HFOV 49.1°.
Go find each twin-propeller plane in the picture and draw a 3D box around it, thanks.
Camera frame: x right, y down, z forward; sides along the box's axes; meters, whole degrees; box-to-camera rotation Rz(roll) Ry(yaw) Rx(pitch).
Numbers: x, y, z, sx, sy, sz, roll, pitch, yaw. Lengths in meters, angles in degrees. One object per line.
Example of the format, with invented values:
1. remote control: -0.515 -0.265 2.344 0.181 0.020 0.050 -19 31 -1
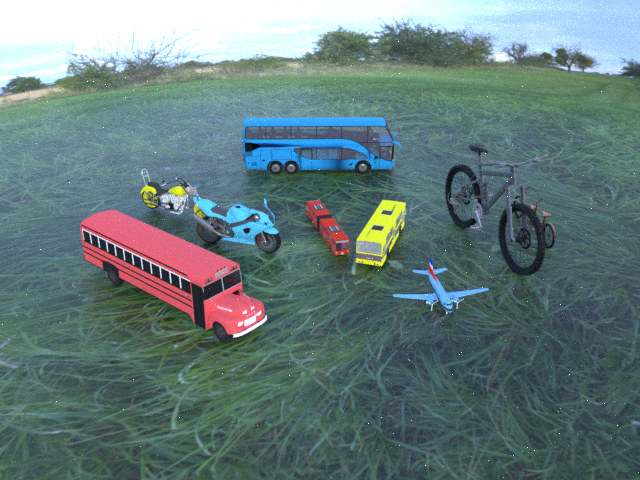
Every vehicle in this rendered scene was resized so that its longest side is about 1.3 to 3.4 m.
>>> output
1. twin-propeller plane: 1.671 0.659 9.810 1.370 0.407 1.095 -3 26 -7

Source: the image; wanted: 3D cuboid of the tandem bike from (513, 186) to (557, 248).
1. tandem bike: 3.602 -0.443 11.760 0.283 0.682 1.642 -4 26 -8

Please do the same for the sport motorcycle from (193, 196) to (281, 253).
1. sport motorcycle: -1.330 -0.255 11.215 1.520 0.821 0.506 9 28 19

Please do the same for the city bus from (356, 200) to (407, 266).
1. city bus: 1.007 -0.116 11.342 0.476 0.460 1.674 8 27 17

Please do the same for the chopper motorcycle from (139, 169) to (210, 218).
1. chopper motorcycle: -2.528 -0.789 12.381 1.563 0.761 0.466 12 29 24

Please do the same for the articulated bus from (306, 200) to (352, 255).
1. articulated bus: 0.113 -0.233 11.778 0.311 0.289 1.749 -7 27 -15

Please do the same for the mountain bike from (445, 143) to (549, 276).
1. mountain bike: 2.700 -0.645 11.025 1.114 1.688 2.857 -8 27 -16

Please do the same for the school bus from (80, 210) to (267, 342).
1. school bus: -2.107 0.428 9.785 3.322 0.844 0.709 20 33 36

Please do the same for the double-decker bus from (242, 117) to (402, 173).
1. double-decker bus: 0.032 -1.971 14.477 3.251 1.052 0.756 0 26 -1
